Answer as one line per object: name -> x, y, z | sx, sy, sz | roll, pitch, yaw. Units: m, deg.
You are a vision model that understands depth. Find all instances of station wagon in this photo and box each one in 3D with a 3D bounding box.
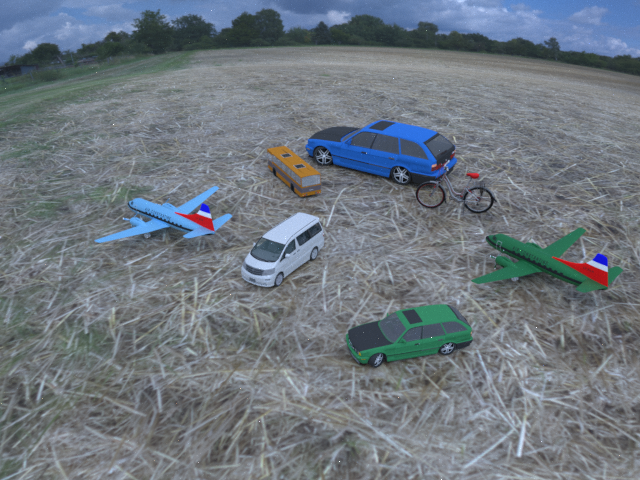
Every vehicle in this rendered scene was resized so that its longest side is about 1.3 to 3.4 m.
station wagon -> 1.187, -1.916, 14.258 | 3.105, 0.920, 1.327 | 17, 32, 29
station wagon -> 1.127, 1.171, 8.923 | 1.597, 0.473, 0.682 | -7, 29, -14

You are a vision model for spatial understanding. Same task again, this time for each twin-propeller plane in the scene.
twin-propeller plane -> 3.308, 0.224, 10.367 | 2.663, 0.792, 2.129 | -20, 34, -33
twin-propeller plane -> -2.520, -0.467, 11.667 | 2.129, 0.792, 2.663 | 20, 34, 32

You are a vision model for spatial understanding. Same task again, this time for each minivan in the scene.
minivan -> -0.563, 0.138, 10.718 | 0.681, 0.616, 1.548 | 17, 32, 29

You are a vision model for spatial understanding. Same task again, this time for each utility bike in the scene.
utility bike -> 2.408, -0.909, 12.336 | 1.435, 0.946, 0.535 | 7, 29, 12

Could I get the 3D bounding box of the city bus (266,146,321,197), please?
city bus -> -0.528, -1.333, 13.652 | 0.476, 0.460, 1.674 | -13, 31, -23
